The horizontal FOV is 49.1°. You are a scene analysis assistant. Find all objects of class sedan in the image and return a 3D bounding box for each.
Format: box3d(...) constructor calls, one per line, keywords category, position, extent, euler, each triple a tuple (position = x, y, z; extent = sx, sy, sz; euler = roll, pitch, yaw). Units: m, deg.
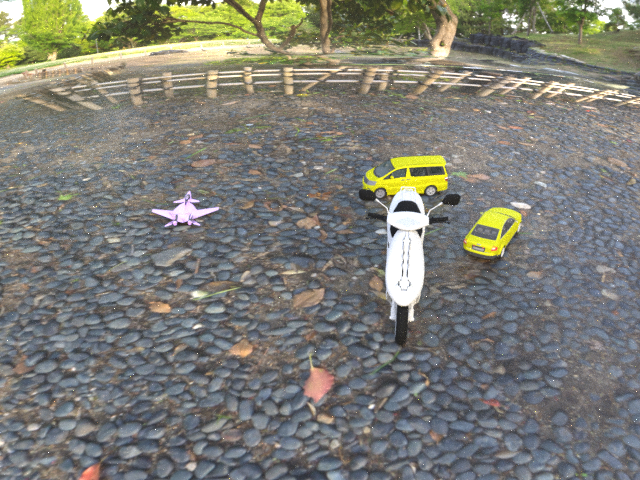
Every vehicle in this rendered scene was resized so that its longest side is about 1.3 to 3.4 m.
box3d(category="sedan", position=(2.799, -0.195, 11.246), extent=(0.635, 0.483, 1.613), euler=(16, 33, 26))

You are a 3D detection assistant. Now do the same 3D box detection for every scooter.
box3d(category="scooter", position=(1.167, 0.017, 9.536), extent=(1.288, 1.786, 2.721), euler=(3, 29, 6))

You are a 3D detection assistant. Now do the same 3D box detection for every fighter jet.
box3d(category="fighter jet", position=(-2.349, -0.645, 12.249), extent=(1.147, 0.286, 1.358), euler=(-2, 29, -3))

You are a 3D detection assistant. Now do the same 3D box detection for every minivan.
box3d(category="minivan", position=(1.557, -1.180, 12.867), extent=(1.548, 0.616, 0.681), euler=(-3, 29, -6))
